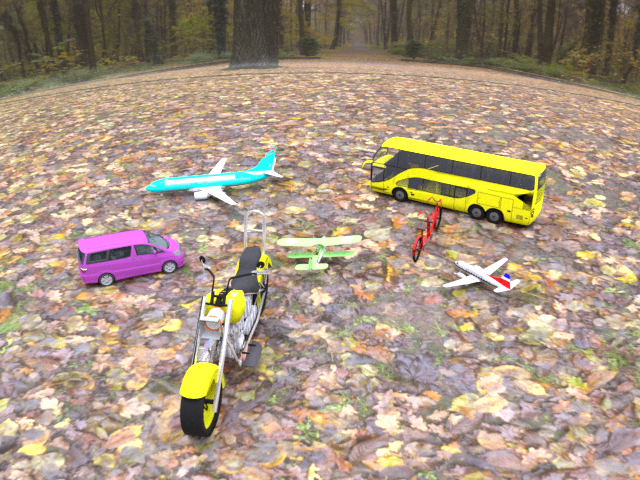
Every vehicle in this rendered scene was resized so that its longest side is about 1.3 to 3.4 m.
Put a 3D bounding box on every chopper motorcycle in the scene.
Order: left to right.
[{"bbox_3d":[-1.087,0.882,8.394,0.906,1.480,3.040,5,28,8],"label":"chopper motorcycle"}]

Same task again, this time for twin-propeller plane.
[{"bbox_3d":[2.374,0.483,10.300,1.370,0.407,1.095,-19,33,-32],"label":"twin-propeller plane"}]

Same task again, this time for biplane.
[{"bbox_3d":[-0.053,0.205,10.723,1.336,0.504,1.090,6,28,11],"label":"biplane"}]

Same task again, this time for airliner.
[{"bbox_3d":[-2.018,-1.284,13.190,2.541,0.835,2.257,-5,28,-10],"label":"airliner"}]

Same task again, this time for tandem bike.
[{"bbox_3d":[1.753,-0.223,11.343,0.283,0.682,1.642,12,30,21],"label":"tandem bike"}]

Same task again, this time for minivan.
[{"bbox_3d":[-2.856,0.212,10.591,1.548,0.616,0.681,-12,30,-21],"label":"minivan"}]

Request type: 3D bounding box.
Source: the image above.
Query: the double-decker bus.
[{"bbox_3d":[2.365,-1.103,12.614,3.251,1.052,0.756,15,32,27],"label":"double-decker bus"}]
